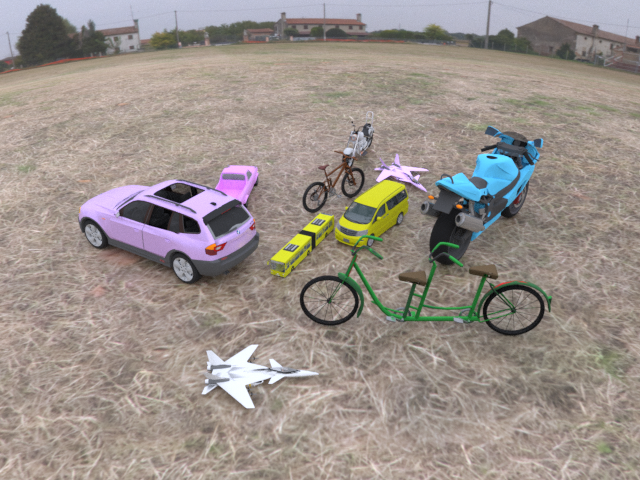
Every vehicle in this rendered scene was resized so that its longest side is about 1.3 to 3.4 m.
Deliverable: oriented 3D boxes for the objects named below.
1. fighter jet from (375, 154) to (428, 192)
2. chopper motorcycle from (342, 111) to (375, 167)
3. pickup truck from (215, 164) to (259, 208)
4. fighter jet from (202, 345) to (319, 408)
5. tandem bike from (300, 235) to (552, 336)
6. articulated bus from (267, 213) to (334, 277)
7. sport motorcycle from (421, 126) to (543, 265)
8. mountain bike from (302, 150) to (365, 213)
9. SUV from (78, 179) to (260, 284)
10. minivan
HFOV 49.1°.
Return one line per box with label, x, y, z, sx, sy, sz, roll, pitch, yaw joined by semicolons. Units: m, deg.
fighter jet;1.633;-1.250;13.265;1.147;0.286;1.358;-14;32;-24
chopper motorcycle;0.782;-2.036;14.196;0.466;0.761;1.563;11;31;19
pickup truck;-1.533;-0.995;12.575;0.640;0.511;1.603;3;29;6
fighter jet;-0.690;1.527;8.249;1.358;0.286;1.147;-1;29;-2
tandem bike;1.324;0.608;8.837;3.192;1.326;0.550;2;29;4
articulated bus;-0.253;0.050;10.915;0.311;0.289;1.749;13;32;23
sport motorcycle;2.596;-0.728;10.970;0.983;1.596;2.955;22;36;34
mountain bike;0.259;-1.019;12.248;1.469;0.868;0.573;-24;37;-36
SUV;-2.378;-0.332;10.739;3.058;1.128;1.276;18;33;29
minivan;0.860;-0.440;11.463;0.681;0.616;1.548;19;34;30
